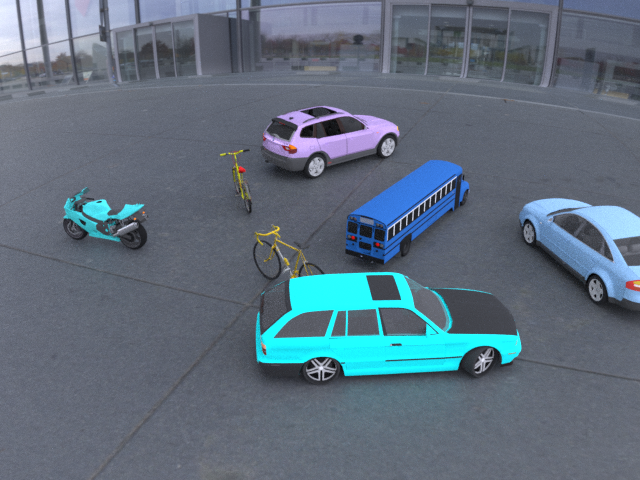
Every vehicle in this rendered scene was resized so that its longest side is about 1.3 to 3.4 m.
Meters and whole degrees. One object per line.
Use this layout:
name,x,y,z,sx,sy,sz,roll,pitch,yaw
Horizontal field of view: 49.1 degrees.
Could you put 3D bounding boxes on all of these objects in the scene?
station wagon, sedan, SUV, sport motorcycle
station wagon,0.796,0.941,8.261,3.105,0.920,1.327,-2,26,-4
sedan,4.039,-0.012,10.157,1.235,0.940,3.137,-7,27,-13
SUV,0.263,-2.147,14.239,3.058,1.128,1.276,-19,32,-33
sport motorcycle,-3.366,-0.309,10.887,1.520,0.821,0.506,8,28,16

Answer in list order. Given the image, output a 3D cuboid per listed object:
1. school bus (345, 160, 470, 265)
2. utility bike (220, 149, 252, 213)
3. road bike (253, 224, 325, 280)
school bus,1.549,-0.566,11.377,0.709,0.844,3.322,16,31,29
utility bike,-1.433,-1.063,12.263,0.535,0.946,1.435,-8,28,-16
road bike,-0.417,0.321,9.586,1.545,0.852,0.358,24,35,39
